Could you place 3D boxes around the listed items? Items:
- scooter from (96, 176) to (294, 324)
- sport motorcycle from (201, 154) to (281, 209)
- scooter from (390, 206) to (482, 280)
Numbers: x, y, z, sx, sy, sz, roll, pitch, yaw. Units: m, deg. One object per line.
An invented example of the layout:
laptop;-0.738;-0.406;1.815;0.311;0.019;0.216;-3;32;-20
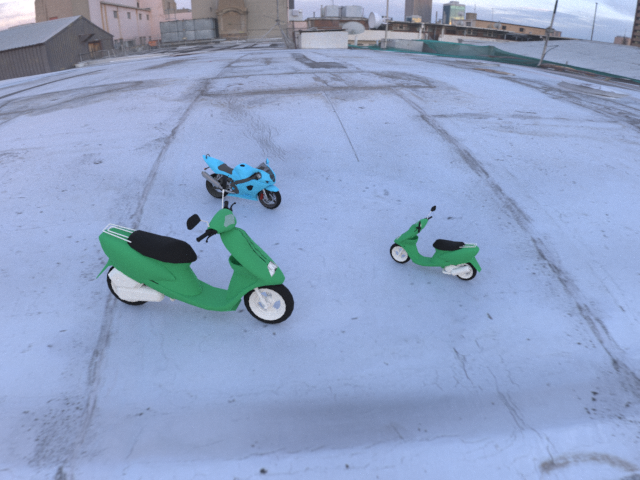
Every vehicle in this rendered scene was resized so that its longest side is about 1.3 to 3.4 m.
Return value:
scooter;-1.664;0.204;9.008;2.721;1.786;1.288;6;30;11
sport motorcycle;-1.358;-1.016;12.137;1.520;0.821;0.506;13;32;21
scooter;1.672;0.065;10.132;1.399;0.919;0.662;15;33;24
